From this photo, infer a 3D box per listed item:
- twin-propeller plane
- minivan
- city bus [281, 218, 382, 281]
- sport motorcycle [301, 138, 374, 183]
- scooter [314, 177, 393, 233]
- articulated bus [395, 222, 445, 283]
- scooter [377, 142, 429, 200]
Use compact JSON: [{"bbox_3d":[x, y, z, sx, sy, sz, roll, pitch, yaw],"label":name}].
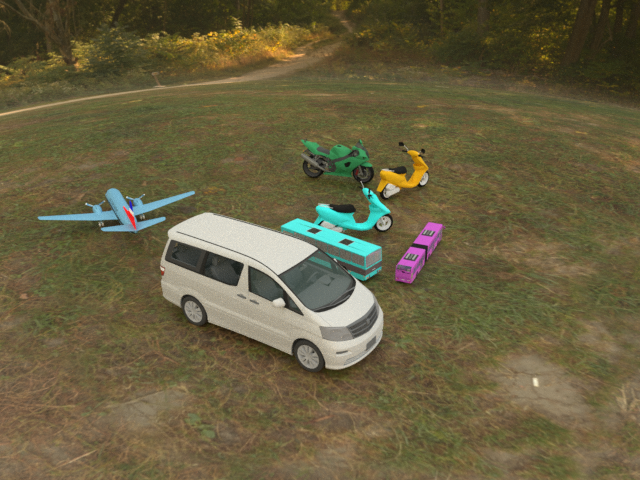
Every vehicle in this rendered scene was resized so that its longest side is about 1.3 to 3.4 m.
[{"bbox_3d":[-3.365,-0.589,11.880,2.663,0.792,2.129,-12,28,-24],"label":"twin-propeller plane"},{"bbox_3d":[-0.639,0.586,8.931,3.011,1.197,1.324,16,30,30],"label":"minivan"},{"bbox_3d":[0.146,0.148,10.714,1.674,0.460,0.476,20,32,35],"label":"city bus"},{"bbox_3d":[0.344,-1.579,13.934,1.520,0.821,0.506,8,27,16],"label":"sport motorcycle"},{"bbox_3d":[0.555,-0.500,11.545,1.399,0.919,0.662,-6,26,-13],"label":"scooter"},{"bbox_3d":[1.559,0.174,10.860,0.311,0.289,1.749,11,27,21],"label":"articulated bus"},{"bbox_3d":[1.610,-1.317,13.267,1.399,0.919,0.662,-20,32,-36],"label":"scooter"}]
